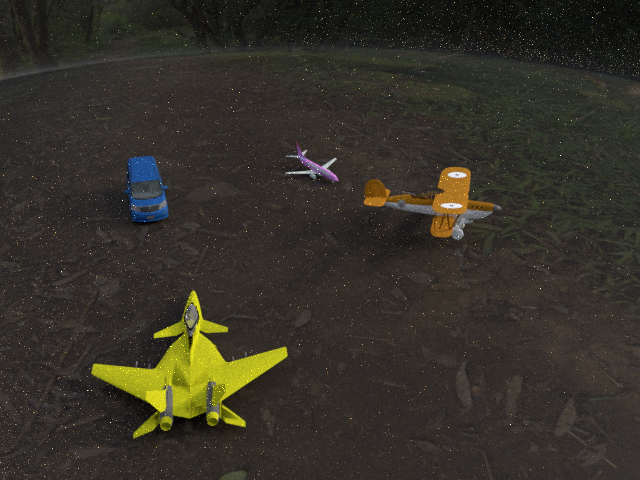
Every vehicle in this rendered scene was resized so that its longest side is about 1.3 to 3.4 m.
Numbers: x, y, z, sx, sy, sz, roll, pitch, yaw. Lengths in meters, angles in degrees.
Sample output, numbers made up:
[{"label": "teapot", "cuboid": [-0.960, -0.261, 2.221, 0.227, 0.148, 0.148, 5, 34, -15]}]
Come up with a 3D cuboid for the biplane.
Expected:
[{"label": "biplane", "cuboid": [1.740, -0.582, 10.930, 2.120, 0.981, 2.598, 7, 30, 11]}]

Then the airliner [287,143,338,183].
[{"label": "airliner", "cuboid": [-0.071, -1.423, 12.993, 1.161, 0.429, 1.307, -20, 35, -32]}]

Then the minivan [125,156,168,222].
[{"label": "minivan", "cuboid": [-2.938, -0.863, 11.804, 0.681, 0.616, 1.548, -8, 30, -14]}]

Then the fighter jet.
[{"label": "fighter jet", "cuboid": [-1.523, 1.176, 8.229, 2.229, 0.557, 2.640, -4, 30, -7]}]
